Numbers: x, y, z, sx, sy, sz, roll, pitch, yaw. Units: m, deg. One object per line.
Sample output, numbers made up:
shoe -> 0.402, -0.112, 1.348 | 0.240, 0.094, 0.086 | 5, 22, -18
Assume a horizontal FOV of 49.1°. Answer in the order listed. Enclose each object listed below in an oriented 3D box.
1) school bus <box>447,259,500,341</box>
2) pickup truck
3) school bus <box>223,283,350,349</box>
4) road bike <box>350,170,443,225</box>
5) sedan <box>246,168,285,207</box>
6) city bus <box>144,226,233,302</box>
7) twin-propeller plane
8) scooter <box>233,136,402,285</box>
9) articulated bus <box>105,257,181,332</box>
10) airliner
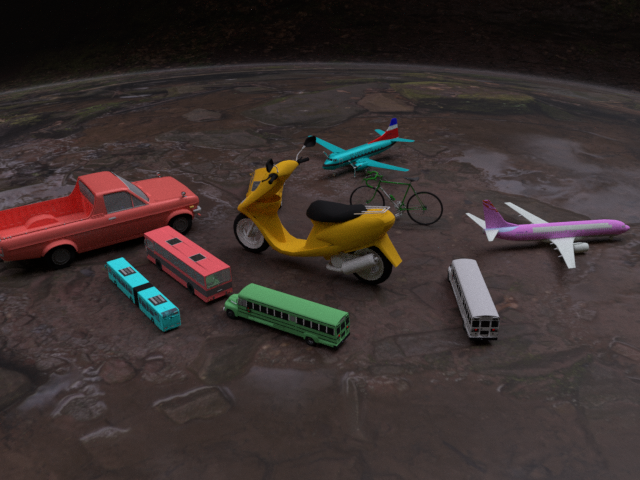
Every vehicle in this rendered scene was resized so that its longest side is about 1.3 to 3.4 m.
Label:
school bus -> 1.972, 0.707, 9.147 | 0.365, 0.434, 1.708 | 0, 27, 0
pickup truck -> -3.438, -0.434, 10.762 | 3.117, 0.993, 1.244 | -17, 32, -30
school bus -> -0.455, 0.916, 8.738 | 1.708, 0.434, 0.365 | 15, 31, 26
road bike -> 1.238, -0.681, 11.399 | 1.545, 0.852, 0.358 | 7, 28, 14
sedan -> -0.951, -0.998, 12.421 | 0.635, 0.483, 1.613 | 1, 27, 1
city bus -> -1.876, 0.332, 9.851 | 0.476, 0.460, 1.674 | -21, 34, -35
twin-propeller plane -> 0.831, -1.812, 13.671 | 2.129, 0.792, 2.663 | -23, 35, -37
scooter -> -0.116, -0.396, 9.816 | 2.721, 1.786, 1.288 | 14, 30, 26
articulated bus -> -2.376, 0.697, 9.325 | 0.311, 0.289, 1.749 | -19, 33, -33
airliner -> 3.602, -0.303, 10.678 | 2.541, 0.835, 2.257 | -4, 27, -8
